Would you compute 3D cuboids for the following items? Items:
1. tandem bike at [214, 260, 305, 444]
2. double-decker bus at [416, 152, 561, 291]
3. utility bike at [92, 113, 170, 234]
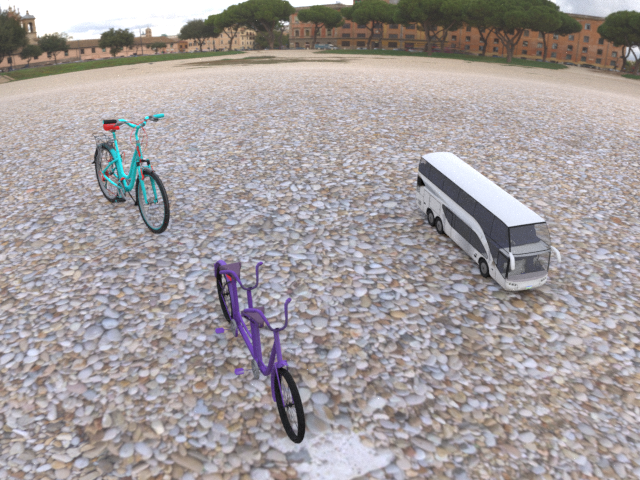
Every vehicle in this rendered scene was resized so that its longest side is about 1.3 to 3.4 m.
[{"bbox_3d":[-0.769,0.925,7.950,0.550,1.326,3.192,-11,29,-20],"label":"tandem bike"},{"bbox_3d":[2.426,-0.348,10.759,0.756,1.052,3.251,-8,28,-15],"label":"double-decker bus"},{"bbox_3d":[-3.171,-1.294,11.753,1.039,1.839,2.791,-21,33,-35],"label":"utility bike"}]
